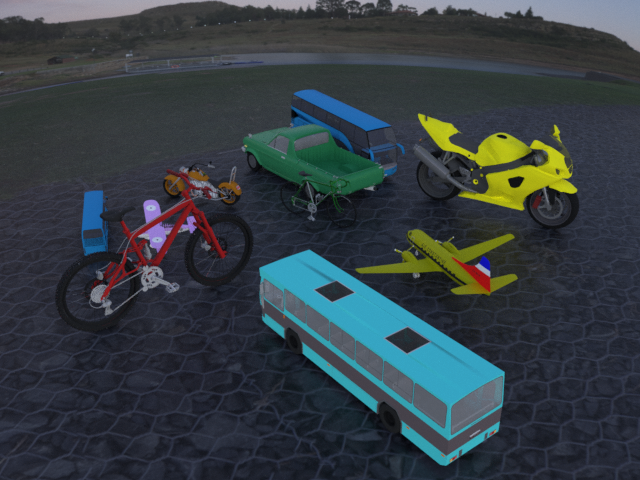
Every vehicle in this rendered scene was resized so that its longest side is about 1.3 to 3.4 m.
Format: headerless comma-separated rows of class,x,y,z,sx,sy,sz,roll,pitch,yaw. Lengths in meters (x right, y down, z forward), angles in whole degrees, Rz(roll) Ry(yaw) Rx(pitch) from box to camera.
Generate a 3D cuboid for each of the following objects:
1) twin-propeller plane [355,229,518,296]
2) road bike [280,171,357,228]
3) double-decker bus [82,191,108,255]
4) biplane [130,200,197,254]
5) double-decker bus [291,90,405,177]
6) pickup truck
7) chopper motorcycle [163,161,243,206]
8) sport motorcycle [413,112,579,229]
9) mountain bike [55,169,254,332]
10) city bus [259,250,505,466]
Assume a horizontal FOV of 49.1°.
twin-propeller plane,1.799,0.209,10.004,2.663,0.792,2.129,-12,30,-21
road bike,-0.044,-0.713,11.697,1.545,0.852,0.358,17,32,29
double-decker bus,-3.605,-0.298,11.240,0.389,0.541,1.672,-7,28,-13
biplane,-2.422,-0.158,11.013,1.090,0.504,1.336,-8,29,-15
double-decker bus,0.448,-2.175,14.269,0.756,1.052,3.251,-16,31,-27
pickup truck,-0.207,-1.579,13.197,1.244,0.993,3.117,-20,34,-33
chopper motorcycle,-2.110,-1.041,12.420,1.563,0.761,0.466,11,30,20
sport motorcycle,2.937,-1.194,11.813,2.955,1.596,0.983,18,33,30
mountain bike,-2.094,0.134,9.182,2.857,1.688,1.114,-20,34,-33
city bus,0.535,1.211,7.982,0.926,0.894,3.255,-20,34,-33
